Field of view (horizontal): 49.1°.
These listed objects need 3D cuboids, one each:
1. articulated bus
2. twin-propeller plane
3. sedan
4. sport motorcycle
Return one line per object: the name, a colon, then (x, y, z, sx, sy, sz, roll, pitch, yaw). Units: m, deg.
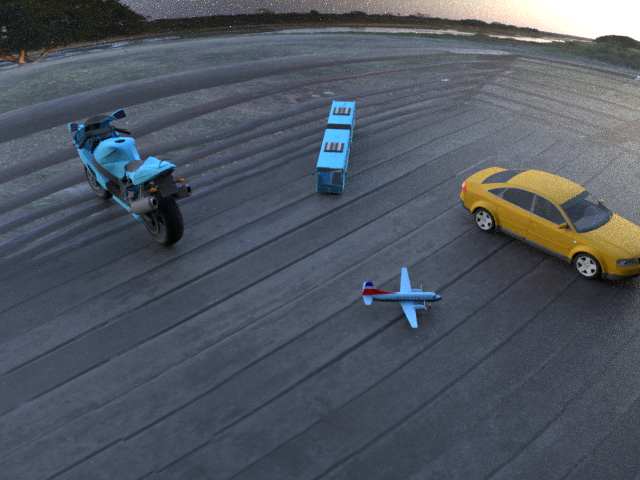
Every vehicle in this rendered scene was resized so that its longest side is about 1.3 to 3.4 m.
articulated bus: (0.339, -1.893, 13.604, 0.605, 0.561, 3.401, 3, 32, 5)
twin-propeller plane: (1.115, 0.733, 9.482, 1.095, 0.407, 1.370, 0, 32, 0)
sedan: (3.630, -0.404, 10.822, 1.235, 0.940, 3.137, -25, 40, -35)
sport motorcycle: (-3.081, -1.017, 11.192, 0.983, 1.596, 2.955, -25, 40, -35)
